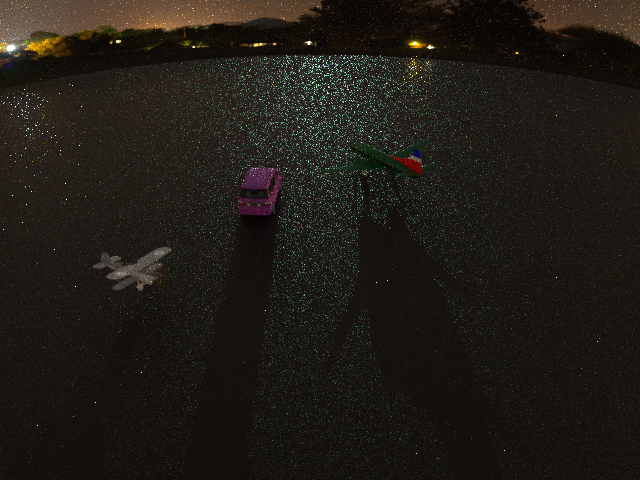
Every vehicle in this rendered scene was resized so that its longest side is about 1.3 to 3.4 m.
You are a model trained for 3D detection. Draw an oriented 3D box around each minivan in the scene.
[{"bbox_3d":[-1.060,-0.968,12.591,0.681,0.616,1.548,3,29,4],"label":"minivan"}]

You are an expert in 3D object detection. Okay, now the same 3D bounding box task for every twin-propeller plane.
[{"bbox_3d":[1.266,-1.652,13.636,2.663,0.792,2.129,-19,35,-31],"label":"twin-propeller plane"}]

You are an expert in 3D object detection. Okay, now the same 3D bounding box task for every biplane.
[{"bbox_3d":[-2.740,0.418,10.222,1.090,0.504,1.336,12,31,21],"label":"biplane"}]
